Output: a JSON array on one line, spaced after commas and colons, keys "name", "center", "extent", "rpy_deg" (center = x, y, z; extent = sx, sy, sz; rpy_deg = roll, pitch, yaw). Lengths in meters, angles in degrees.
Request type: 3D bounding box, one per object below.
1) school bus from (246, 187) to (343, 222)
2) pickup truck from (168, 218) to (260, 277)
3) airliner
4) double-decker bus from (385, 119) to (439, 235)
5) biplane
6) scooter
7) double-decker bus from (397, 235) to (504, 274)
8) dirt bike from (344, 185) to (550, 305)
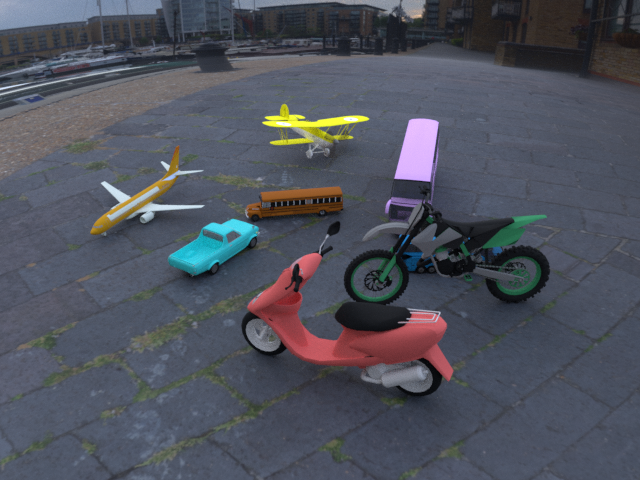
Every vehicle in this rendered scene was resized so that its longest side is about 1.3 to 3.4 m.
[{"name": "school bus", "center": [-0.455, -0.643, 12.311], "extent": [1.708, 0.434, 0.365], "rpy_deg": [-5, 30, -9]}, {"name": "pickup truck", "center": [-1.638, 0.061, 10.982], "extent": [0.640, 0.511, 1.603], "rpy_deg": [18, 34, 28]}, {"name": "airliner", "center": [-3.170, -0.864, 12.294], "extent": [2.257, 0.835, 2.541], "rpy_deg": [14, 32, 23]}, {"name": "double-decker bus", "center": [1.735, -1.169, 12.616], "extent": [0.756, 1.052, 3.251], "rpy_deg": [6, 30, 10]}, {"name": "biplane", "center": [-0.226, -2.332, 14.754], "extent": [2.598, 0.981, 2.120], "rpy_deg": [-20, 35, -31]}, {"name": "scooter", "center": [0.254, 0.875, 8.235], "extent": [2.721, 1.786, 1.288], "rpy_deg": [12, 31, 20]}, {"name": "double-decker bus", "center": [2.022, 0.197, 10.711], "extent": [1.672, 0.541, 0.389], "rpy_deg": [-1, 29, -1]}, {"name": "dirt bike", "center": [1.776, 0.193, 9.570], "extent": [2.903, 1.666, 1.024], "rpy_deg": [-2, 29, -3]}]
